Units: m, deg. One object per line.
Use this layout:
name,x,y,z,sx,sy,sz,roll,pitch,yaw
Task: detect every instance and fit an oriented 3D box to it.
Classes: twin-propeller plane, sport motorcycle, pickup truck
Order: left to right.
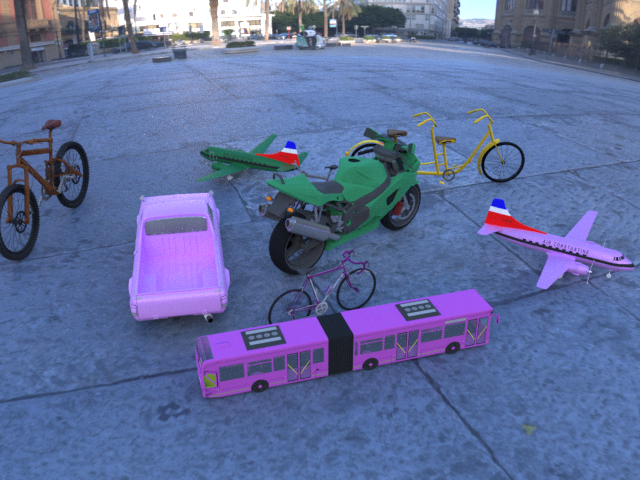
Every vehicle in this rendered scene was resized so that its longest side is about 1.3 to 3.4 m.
pickup truck,-1.907,0.060,9.434,1.244,0.993,3.117,-5,28,-9
twin-propeller plane,-1.305,-1.552,12.712,2.129,0.792,2.663,13,30,23
sport motorcycle,0.431,-0.566,9.976,2.955,1.596,0.983,-22,35,-35
twin-propeller plane,3.318,-0.018,9.798,2.129,0.792,2.663,17,32,28

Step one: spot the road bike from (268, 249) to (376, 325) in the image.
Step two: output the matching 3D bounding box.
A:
road bike,0.053,0.624,8.513,1.545,0.852,0.358,-16,32,-27

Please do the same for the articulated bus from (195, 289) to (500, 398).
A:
articulated bus,0.342,1.133,7.859,3.401,0.561,0.605,-8,29,-15

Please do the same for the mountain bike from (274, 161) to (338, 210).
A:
mountain bike,-0.057,-0.805,11.211,1.469,0.868,0.573,-11,30,-19

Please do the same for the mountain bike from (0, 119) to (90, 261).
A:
mountain bike,-4.188,-0.927,10.563,1.114,1.688,2.857,3,28,7

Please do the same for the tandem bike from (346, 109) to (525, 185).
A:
tandem bike,2.023,-1.596,12.222,3.192,1.326,0.550,-1,28,-1
